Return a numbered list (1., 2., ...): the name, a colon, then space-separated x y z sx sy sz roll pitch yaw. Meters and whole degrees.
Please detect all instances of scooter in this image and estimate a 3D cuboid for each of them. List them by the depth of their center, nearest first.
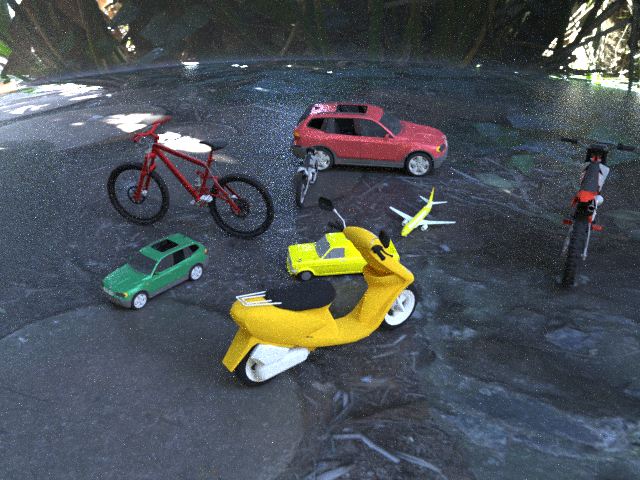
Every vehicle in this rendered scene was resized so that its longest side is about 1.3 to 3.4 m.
1. scooter: 0.111 0.590 7.997 2.721 1.786 1.288 -18 33 -30

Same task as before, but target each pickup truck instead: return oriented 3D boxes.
1. pickup truck: 0.320 0.198 10.111 1.603 0.511 0.640 -4 28 -7

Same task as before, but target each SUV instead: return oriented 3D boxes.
1. SUV: -2.271 0.385 9.682 0.656 0.580 1.572 22 35 35
2. SUV: 0.965 -2.028 13.678 3.058 1.128 1.276 4 28 7

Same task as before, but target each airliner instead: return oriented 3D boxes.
1. airliner: 1.611 -0.444 11.419 1.161 0.429 1.307 15 31 26

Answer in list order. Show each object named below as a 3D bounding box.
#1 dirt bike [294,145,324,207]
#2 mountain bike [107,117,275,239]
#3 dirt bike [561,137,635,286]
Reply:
1. dirt bike: -0.229 -1.212 12.419 0.527 0.857 1.493 6 28 11
2. mountain bike: -2.075 -0.897 10.929 2.857 1.688 1.114 8 29 14
3. dirt bike: 3.918 -0.568 10.327 1.024 1.666 2.903 12 30 21
